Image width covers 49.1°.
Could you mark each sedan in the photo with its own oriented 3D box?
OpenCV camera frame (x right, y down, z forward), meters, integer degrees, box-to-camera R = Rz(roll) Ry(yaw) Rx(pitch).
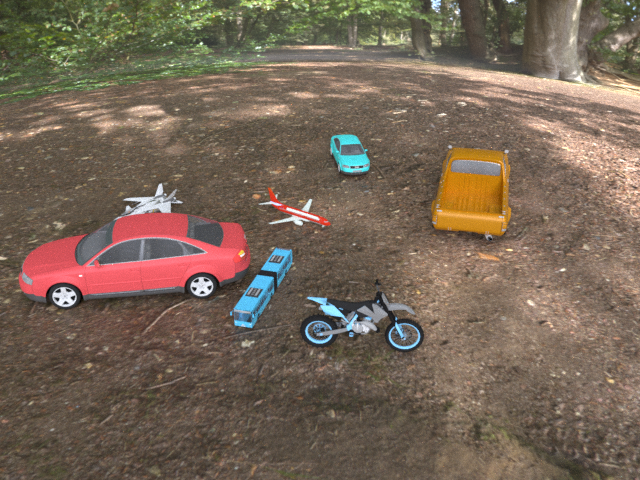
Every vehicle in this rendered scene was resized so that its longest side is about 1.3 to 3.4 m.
[{"bbox_3d":[-2.546,0.190,9.710,3.137,0.940,1.235,-4,28,-8],"label":"sedan"},{"bbox_3d":[0.587,-1.755,13.912,0.635,0.483,1.613,-4,28,-7],"label":"sedan"}]

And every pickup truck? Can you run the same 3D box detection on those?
[{"bbox_3d":[2.602,-0.949,11.826,1.244,0.993,3.117,6,28,12],"label":"pickup truck"}]

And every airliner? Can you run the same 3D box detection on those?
[{"bbox_3d":[-0.364,-0.533,11.638,1.307,0.429,1.161,18,33,30],"label":"airliner"}]

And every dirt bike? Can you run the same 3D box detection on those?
[{"bbox_3d":[0.502,0.950,8.348,1.493,0.857,0.527,3,28,5],"label":"dirt bike"}]

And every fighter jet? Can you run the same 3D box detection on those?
[{"bbox_3d":[-3.040,-0.578,11.878,1.147,0.286,1.358,20,34,33],"label":"fighter jet"}]

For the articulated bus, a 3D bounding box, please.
[{"bbox_3d":[-0.756,0.618,9.594,0.311,0.289,1.749,7,29,14],"label":"articulated bus"}]
